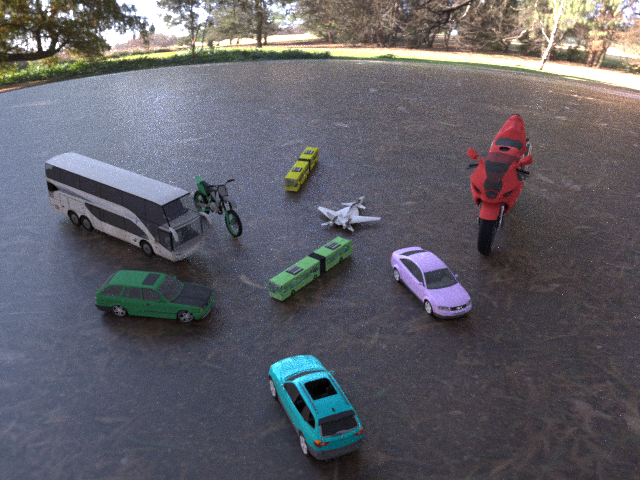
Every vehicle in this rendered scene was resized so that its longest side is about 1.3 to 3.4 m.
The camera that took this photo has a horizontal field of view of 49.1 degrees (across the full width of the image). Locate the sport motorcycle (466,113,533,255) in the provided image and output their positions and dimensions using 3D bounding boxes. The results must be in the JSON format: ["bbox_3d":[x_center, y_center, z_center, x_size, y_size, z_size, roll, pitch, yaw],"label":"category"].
[{"bbox_3d":[3.000,-0.981,11.624,0.983,1.596,2.955,10,30,18],"label":"sport motorcycle"}]

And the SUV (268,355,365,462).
[{"bbox_3d":[-0.066,1.730,7.688,0.656,0.580,1.572,-11,30,-20],"label":"SUV"}]

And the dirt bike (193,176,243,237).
[{"bbox_3d":[-1.731,-0.626,11.744,0.527,0.857,1.493,-21,35,-33],"label":"dirt bike"}]

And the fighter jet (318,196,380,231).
[{"bbox_3d":[0.546,-0.578,12.255,1.147,0.286,1.358,11,30,20],"label":"fighter jet"}]

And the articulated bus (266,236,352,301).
[{"bbox_3d":[-0.115,0.396,10.454,0.311,0.289,1.749,20,34,32],"label":"articulated bus"}]

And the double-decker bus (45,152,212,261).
[{"bbox_3d":[-3.208,-0.562,11.422,3.251,1.052,0.756,19,34,31],"label":"double-decker bus"}]

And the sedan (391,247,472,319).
[{"bbox_3d":[1.571,0.541,9.983,0.635,0.483,1.613,-11,30,-19],"label":"sedan"}]

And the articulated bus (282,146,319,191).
[{"bbox_3d":[-0.347,-1.423,13.810,0.311,0.289,1.749,7,29,12],"label":"articulated bus"}]

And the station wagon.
[{"bbox_3d":[-2.262,0.740,9.628,1.597,0.473,0.682,5,29,8],"label":"station wagon"}]
